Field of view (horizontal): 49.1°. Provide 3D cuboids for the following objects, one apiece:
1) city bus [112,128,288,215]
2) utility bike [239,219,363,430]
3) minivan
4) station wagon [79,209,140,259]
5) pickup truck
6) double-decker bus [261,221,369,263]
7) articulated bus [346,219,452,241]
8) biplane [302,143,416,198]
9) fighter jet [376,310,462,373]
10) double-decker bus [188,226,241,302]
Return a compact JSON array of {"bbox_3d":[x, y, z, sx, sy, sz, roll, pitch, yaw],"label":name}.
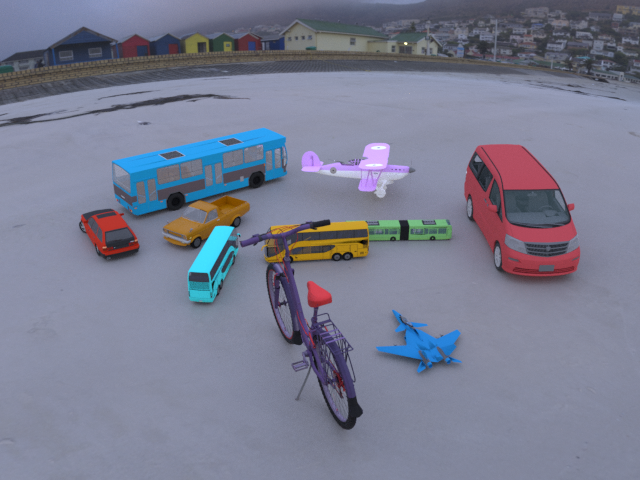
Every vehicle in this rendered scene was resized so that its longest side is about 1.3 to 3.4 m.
[{"bbox_3d":[-2.156,-1.289,13.067,3.255,0.894,0.926,-19,32,-33],"label":"city bus"},{"bbox_3d":[-0.243,0.816,7.752,1.039,1.839,2.791,-10,28,-20],"label":"utility bike"},{"bbox_3d":[3.179,-0.541,11.216,1.324,1.197,3.011,-1,26,-2],"label":"minivan"},{"bbox_3d":[-3.442,-0.205,11.353,0.682,0.473,1.597,-14,30,-27],"label":"station wagon"},{"bbox_3d":[-1.875,-0.377,11.658,0.640,0.511,1.603,17,31,31],"label":"pickup truck"},{"bbox_3d":[-0.080,0.033,10.795,1.672,0.541,0.389,-3,27,-7],"label":"double-decker bus"},{"bbox_3d":[1.270,-0.162,11.474,1.749,0.289,0.311,-1,26,-2],"label":"articulated bus"},{"bbox_3d":[0.712,-1.325,13.044,2.120,0.981,2.598,3,27,6],"label":"biplane"},{"bbox_3d":[1.205,1.146,8.834,1.147,0.286,1.358,-9,28,-18],"label":"fighter jet"},{"bbox_3d":[-1.535,0.307,10.243,0.389,0.541,1.672,3,27,6],"label":"double-decker bus"}]
